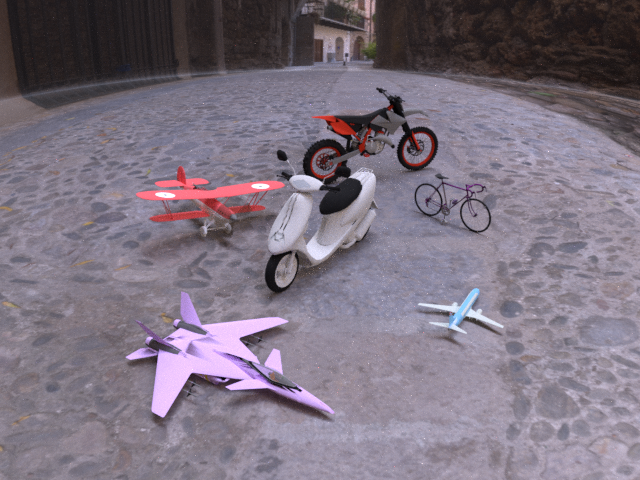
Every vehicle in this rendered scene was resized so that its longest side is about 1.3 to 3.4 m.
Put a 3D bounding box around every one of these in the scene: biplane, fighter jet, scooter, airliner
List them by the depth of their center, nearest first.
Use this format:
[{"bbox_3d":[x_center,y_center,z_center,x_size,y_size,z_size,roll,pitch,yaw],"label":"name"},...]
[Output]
[{"bbox_3d":[-0.937,1.373,8.113,2.640,0.557,2.229,17,31,30],"label":"fighter jet"},{"bbox_3d":[1.913,0.848,9.294,1.161,0.429,1.307,14,30,25],"label":"airliner"},{"bbox_3d":[0.074,-0.455,10.371,1.288,1.786,2.721,18,32,32],"label":"scooter"},{"bbox_3d":[-1.895,-0.685,11.721,2.598,0.981,2.120,-18,32,-31],"label":"biplane"}]

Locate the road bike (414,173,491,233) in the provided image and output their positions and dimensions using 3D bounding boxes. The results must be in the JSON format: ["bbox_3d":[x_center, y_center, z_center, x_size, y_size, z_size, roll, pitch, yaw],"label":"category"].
[{"bbox_3d":[2.228,-0.666,11.826,1.545,0.852,0.358,23,35,38],"label":"road bike"}]

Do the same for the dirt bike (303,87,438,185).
[{"bbox_3d":[1.026,-2.002,13.570,2.903,1.666,1.024,-10,28,-19],"label":"dirt bike"}]
